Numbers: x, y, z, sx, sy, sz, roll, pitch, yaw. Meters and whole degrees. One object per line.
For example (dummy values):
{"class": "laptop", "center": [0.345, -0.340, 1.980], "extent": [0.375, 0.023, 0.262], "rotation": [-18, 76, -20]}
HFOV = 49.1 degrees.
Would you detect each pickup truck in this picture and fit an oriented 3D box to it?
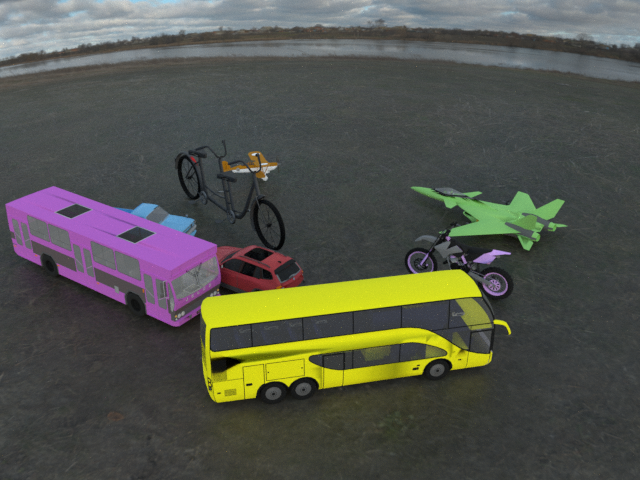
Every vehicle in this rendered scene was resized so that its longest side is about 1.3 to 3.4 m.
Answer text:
{"class": "pickup truck", "center": [-2.683, -0.250, 10.502], "extent": [1.603, 0.511, 0.640], "rotation": [7, 28, 14]}

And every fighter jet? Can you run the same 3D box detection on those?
{"class": "fighter jet", "center": [2.493, -0.628, 11.183], "extent": [2.229, 0.557, 2.640], "rotation": [-24, 36, -38]}

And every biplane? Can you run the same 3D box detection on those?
{"class": "biplane", "center": [-1.248, -1.308, 12.556], "extent": [1.090, 0.504, 1.336], "rotation": [-6, 28, -12]}

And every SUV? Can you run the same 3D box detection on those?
{"class": "SUV", "center": [-0.940, 0.376, 9.213], "extent": [1.572, 0.580, 0.656], "rotation": [18, 32, 31]}

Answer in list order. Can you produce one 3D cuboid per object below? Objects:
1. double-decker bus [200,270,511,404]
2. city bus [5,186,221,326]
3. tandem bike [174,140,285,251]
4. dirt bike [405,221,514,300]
{"class": "double-decker bus", "center": [0.374, 1.001, 7.490], "extent": [3.251, 1.052, 0.756], "rotation": [-6, 28, -11]}
{"class": "city bus", "center": [-2.789, 0.173, 9.265], "extent": [3.255, 0.894, 0.926], "rotation": [18, 32, 31]}
{"class": "tandem bike", "center": [-1.484, -0.887, 10.846], "extent": [0.550, 1.326, 3.192], "rotation": [-20, 33, -33]}
{"class": "dirt bike", "center": [1.802, 0.270, 9.116], "extent": [1.493, 0.857, 0.527], "rotation": [15, 31, 26]}
